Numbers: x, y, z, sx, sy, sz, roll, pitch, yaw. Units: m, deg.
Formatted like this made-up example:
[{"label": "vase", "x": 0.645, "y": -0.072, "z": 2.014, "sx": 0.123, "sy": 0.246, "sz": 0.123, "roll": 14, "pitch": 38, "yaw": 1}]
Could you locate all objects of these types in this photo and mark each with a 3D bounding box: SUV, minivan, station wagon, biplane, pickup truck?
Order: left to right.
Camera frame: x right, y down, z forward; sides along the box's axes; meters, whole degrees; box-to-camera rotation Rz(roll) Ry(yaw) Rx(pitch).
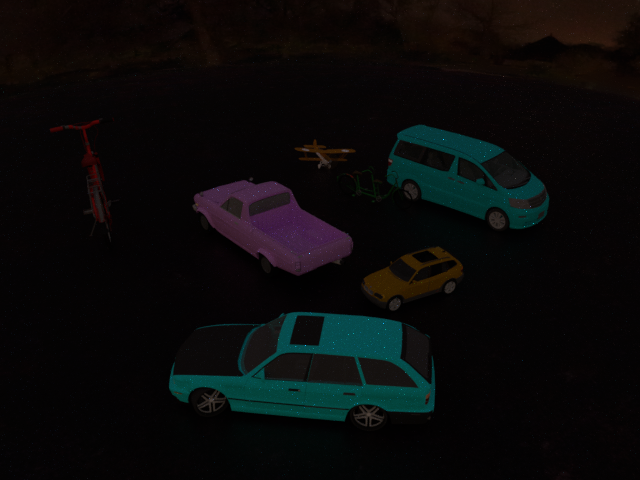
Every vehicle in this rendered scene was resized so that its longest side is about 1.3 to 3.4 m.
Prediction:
[{"label": "pickup truck", "x": -0.857, "y": -0.327, "z": 11.423, "sx": 1.244, "sy": 0.993, "sz": 3.117, "roll": -21, "pitch": 34, "yaw": -34}, {"label": "station wagon", "x": -0.210, "y": 1.417, "z": 8.219, "sx": 3.105, "sy": 0.920, "sz": 1.327, "roll": 3, "pitch": 28, "yaw": 6}, {"label": "biplane", "x": 0.060, "y": -1.816, "z": 14.745, "sx": 1.336, "sy": 0.504, "sz": 1.090, "roll": -10, "pitch": 30, "yaw": -18}, {"label": "SUV", "x": 1.363, "y": 0.525, "z": 10.258, "sx": 1.572, "sy": 0.580, "sz": 0.656, "roll": -14, "pitch": 31, "yaw": -25}, {"label": "minivan", "x": 2.702, "y": -1.183, "z": 12.817, "sx": 3.011, "sy": 1.197, "sz": 1.324, "roll": 23, "pitch": 36, "yaw": 36}]

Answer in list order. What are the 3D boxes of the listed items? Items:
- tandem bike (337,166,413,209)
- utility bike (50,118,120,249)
[{"label": "tandem bike", "x": 1.009, "y": -1.033, "z": 13.083, "sx": 1.642, "sy": 0.682, "sz": 0.283, "roll": 18, "pitch": 33, "yaw": 30}, {"label": "utility bike", "x": -3.885, "y": -1.036, "z": 11.855, "sx": 1.039, "sy": 1.839, "sz": 2.791, "roll": -9, "pitch": 29, "yaw": -16}]
